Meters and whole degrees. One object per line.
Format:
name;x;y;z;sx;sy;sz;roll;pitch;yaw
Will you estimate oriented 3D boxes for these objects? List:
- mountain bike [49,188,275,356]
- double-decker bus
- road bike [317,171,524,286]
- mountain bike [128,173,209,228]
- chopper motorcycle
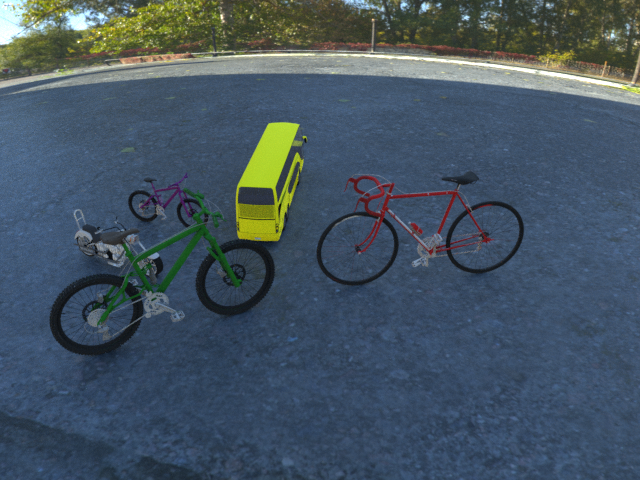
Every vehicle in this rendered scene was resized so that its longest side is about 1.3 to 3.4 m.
mountain bike;-1.863;0.432;8.551;2.857;1.688;1.114;-15;32;-25
double-decker bus;-0.790;-1.106;11.987;0.756;1.052;3.251;3;29;5
road bike;1.431;-0.165;9.663;3.004;1.656;0.696;-5;29;-9
mountain bike;-2.474;-0.616;11.292;1.469;0.868;0.573;10;30;17
chopper motorcycle;-2.965;0.047;10.204;1.563;0.761;0.466;14;32;24
